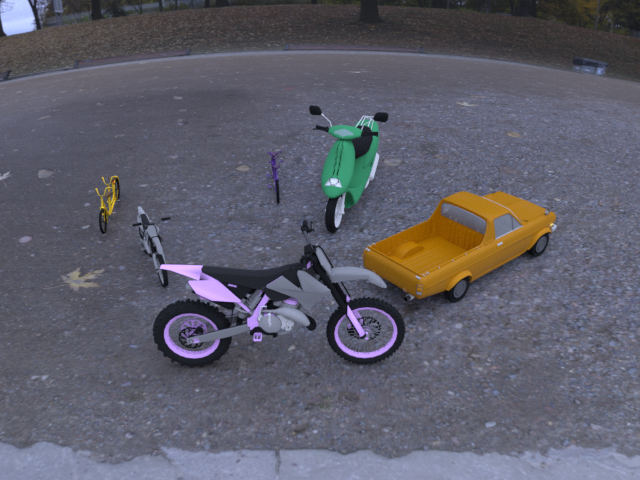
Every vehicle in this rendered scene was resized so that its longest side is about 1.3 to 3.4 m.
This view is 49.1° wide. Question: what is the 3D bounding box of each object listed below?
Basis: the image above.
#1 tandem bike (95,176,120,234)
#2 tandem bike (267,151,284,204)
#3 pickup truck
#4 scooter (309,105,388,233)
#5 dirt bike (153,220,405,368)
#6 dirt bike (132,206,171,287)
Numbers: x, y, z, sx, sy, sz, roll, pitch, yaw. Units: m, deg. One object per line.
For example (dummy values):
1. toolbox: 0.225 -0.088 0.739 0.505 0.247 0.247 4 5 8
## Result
1. tandem bike: -3.462 -0.712 11.493 0.283 0.682 1.642 -2 29 -4
2. tandem bike: -0.796 -1.242 12.438 0.283 0.682 1.642 -3 29 -6
3. pickup truck: 2.071 -0.056 10.006 3.117 0.993 1.244 -22 36 -34
4. scooter: 0.529 -1.413 11.614 1.288 1.786 2.721 9 30 15
5. dirt bike: -0.469 0.736 7.903 2.903 1.666 1.024 0 29 -1
6. dirt bike: -2.396 0.029 9.991 0.527 0.857 1.493 -13 32 -22
